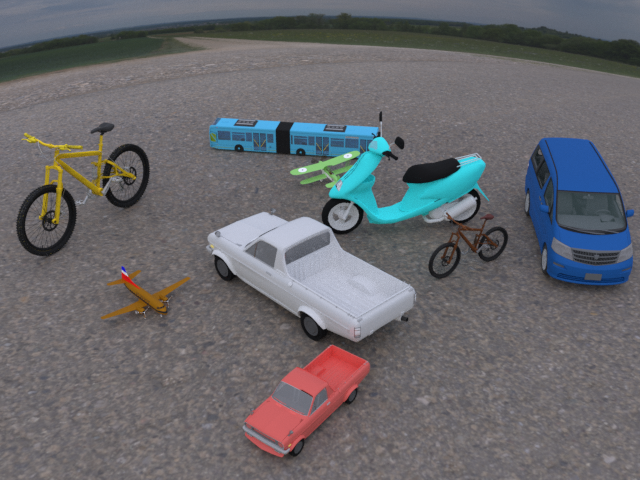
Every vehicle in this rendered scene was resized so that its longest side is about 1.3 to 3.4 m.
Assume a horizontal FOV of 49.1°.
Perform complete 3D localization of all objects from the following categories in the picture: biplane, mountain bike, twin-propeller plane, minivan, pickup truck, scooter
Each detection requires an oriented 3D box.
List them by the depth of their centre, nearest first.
[{"bbox_3d":[-0.113,1.667,7.593,0.640,0.511,1.603,21,36,31],"label":"pickup truck"},{"bbox_3d":[-2.369,0.701,9.378,1.370,0.407,1.095,-26,39,-38],"label":"twin-propeller plane"},{"bbox_3d":[-0.219,0.344,9.411,1.244,0.993,3.117,-25,38,-36],"label":"pickup truck"},{"bbox_3d":[2.161,0.040,10.064,1.469,0.868,0.573,-16,34,-26],"label":"mountain bike"},{"bbox_3d":[3.905,-0.509,10.690,1.324,1.197,3.011,3,30,6],"label":"minivan"},{"bbox_3d":[1.364,-0.972,10.904,2.721,1.786,1.288,-5,30,-9],"label":"scooter"},{"bbox_3d":[-3.658,-0.947,10.960,1.114,1.688,2.857,14,33,23],"label":"mountain bike"},{"bbox_3d":[0.158,-1.194,12.575,1.336,0.504,1.090,-11,32,-18],"label":"biplane"}]

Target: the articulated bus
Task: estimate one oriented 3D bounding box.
[{"bbox_3d":[-0.501,-2.028,13.969,3.401,0.561,0.605,5,30,8],"label":"articulated bus"}]
